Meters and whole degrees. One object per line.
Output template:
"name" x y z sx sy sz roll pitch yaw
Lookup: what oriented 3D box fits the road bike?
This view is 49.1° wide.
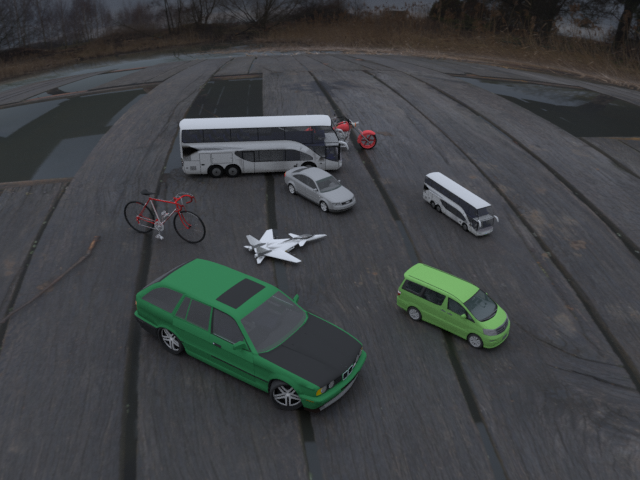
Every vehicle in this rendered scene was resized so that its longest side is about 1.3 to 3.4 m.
"road bike" -2.558 -0.405 11.421 1.545 0.852 0.358 11 32 18

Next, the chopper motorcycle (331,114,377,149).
"chopper motorcycle" 0.420 -2.275 14.735 1.563 0.761 0.466 0 30 -1

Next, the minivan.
"minivan" 1.809 0.873 9.455 1.548 0.616 0.681 23 37 34

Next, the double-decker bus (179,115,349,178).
"double-decker bus" -1.094 -1.855 13.722 3.251 1.052 0.756 -2 30 -4

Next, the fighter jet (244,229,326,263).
"fighter jet" -0.495 -0.002 11.290 1.358 0.286 1.147 -14 33 -23

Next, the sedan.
"sedan" -0.011 -0.984 12.786 0.635 0.483 1.613 -22 37 -33

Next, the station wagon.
"station wagon" -0.918 1.060 8.829 3.105 0.920 1.327 19 35 29

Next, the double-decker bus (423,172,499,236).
"double-decker bus" 2.390 -0.622 12.105 0.389 0.541 1.672 -15 33 -23
